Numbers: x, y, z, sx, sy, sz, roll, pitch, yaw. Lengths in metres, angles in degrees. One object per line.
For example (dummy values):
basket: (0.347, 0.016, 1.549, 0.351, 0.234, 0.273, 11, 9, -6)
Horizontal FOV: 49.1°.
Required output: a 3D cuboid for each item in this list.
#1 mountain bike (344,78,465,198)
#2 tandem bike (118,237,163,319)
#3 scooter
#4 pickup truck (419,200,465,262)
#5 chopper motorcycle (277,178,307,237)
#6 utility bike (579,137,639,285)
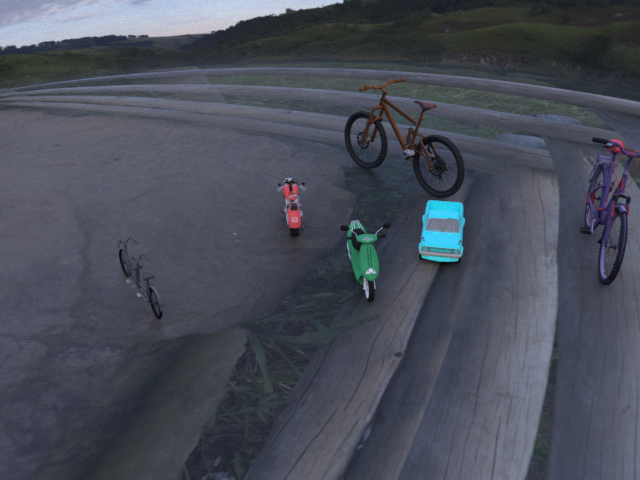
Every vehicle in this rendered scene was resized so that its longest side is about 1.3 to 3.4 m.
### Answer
mountain bike: (1.425, -1.818, 12.296, 1.114, 1.688, 2.857, -21, 34, -35)
tandem bike: (-2.340, 0.432, 9.020, 0.283, 0.682, 1.642, -16, 31, -28)
scooter: (0.569, 0.130, 9.349, 0.662, 0.919, 1.399, -4, 27, -7)
pickup truck: (1.833, -0.201, 10.439, 0.640, 0.511, 1.603, 5, 28, 10)
chopper motorcycle: (-0.452, -0.636, 11.011, 0.466, 0.761, 1.563, -3, 27, -6)
utility bike: (4.167, -0.640, 9.840, 1.039, 1.839, 2.791, 6, 28, 11)
